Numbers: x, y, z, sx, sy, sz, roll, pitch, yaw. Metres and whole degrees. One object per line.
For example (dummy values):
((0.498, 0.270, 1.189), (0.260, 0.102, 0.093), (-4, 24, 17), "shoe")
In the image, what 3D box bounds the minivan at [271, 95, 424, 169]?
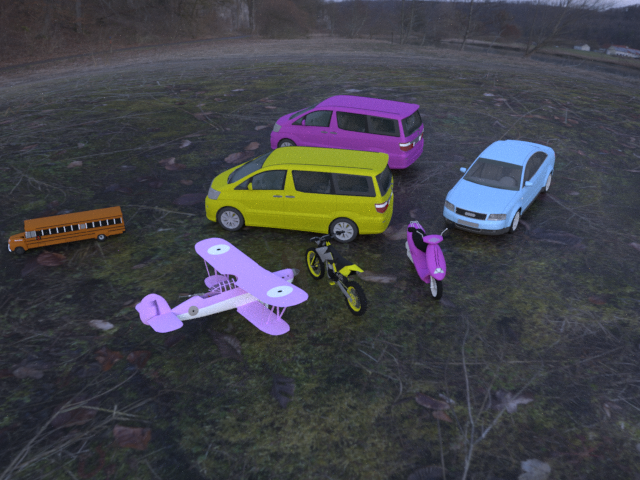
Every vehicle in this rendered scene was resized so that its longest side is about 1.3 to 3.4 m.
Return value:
((0.483, -2.156, 13.655), (3.011, 1.197, 1.324), (13, 31, 22), "minivan")

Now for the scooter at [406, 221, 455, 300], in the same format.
((1.462, 0.132, 9.683), (0.662, 0.919, 1.399), (-5, 29, -9), "scooter")

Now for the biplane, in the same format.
((-1.186, 0.674, 8.609), (2.120, 0.981, 2.598), (-16, 32, -28), "biplane")

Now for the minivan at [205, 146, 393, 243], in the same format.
((-0.347, -0.819, 11.162), (3.011, 1.197, 1.324), (6, 29, 11), "minivan")

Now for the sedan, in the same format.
((3.091, -1.044, 11.853), (1.235, 0.940, 3.137), (16, 32, 27), "sedan")

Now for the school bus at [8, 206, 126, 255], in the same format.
((-3.884, -0.157, 10.734), (1.708, 0.434, 0.365), (-10, 30, -19), "school bus")

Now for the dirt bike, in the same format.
((0.185, 0.373, 9.299), (0.527, 0.857, 1.493), (-16, 32, -27), "dirt bike")
